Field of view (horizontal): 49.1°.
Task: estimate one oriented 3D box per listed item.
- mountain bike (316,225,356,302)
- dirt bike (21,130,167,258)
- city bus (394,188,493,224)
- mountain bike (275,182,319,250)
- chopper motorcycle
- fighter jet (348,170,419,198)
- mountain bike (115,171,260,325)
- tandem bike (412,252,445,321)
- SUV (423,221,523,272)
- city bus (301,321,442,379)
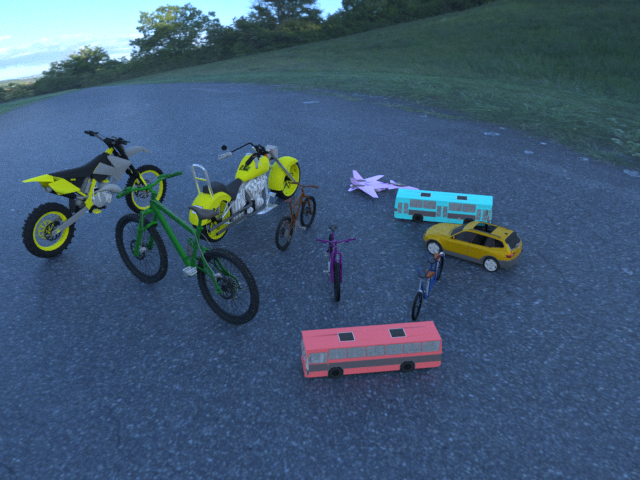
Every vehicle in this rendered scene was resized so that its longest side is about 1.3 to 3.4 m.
[{"bbox_3d":[0.208,0.251,10.277,0.573,0.868,1.469,-2,27,-3],"label":"mountain bike"},{"bbox_3d":[-3.687,-0.859,11.587,1.024,1.666,2.903,18,32,32],"label":"dirt bike"},{"bbox_3d":[2.169,-0.556,12.324,1.674,0.460,0.476,6,27,11],"label":"city bus"},{"bbox_3d":[-0.385,-0.432,11.626,0.573,0.868,1.469,11,29,21],"label":"mountain bike"},{"bbox_3d":[-1.213,-1.036,12.143,0.906,1.480,3.040,14,30,26],"label":"chopper motorcycle"},{"bbox_3d":[1.254,-1.107,13.605,1.358,0.286,1.147,5,27,9],"label":"fighter jet"},{"bbox_3d":[-1.925,0.106,9.655,2.857,1.688,1.114,19,33,33],"label":"mountain bike"},{"bbox_3d":[1.560,0.524,9.944,0.283,0.682,1.642,11,29,21],"label":"tandem bike"},{"bbox_3d":[2.411,0.006,11.079,1.572,0.580,0.656,17,32,31],"label":"SUV"},{"bbox_3d":[0.619,1.349,8.558,1.674,0.460,0.476,-3,27,-7],"label":"city bus"}]
